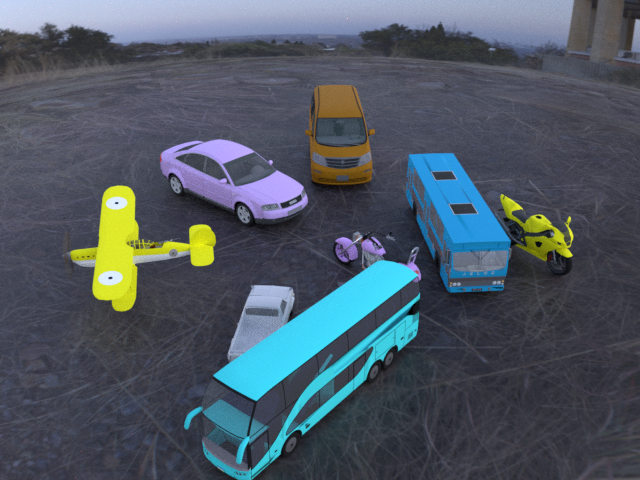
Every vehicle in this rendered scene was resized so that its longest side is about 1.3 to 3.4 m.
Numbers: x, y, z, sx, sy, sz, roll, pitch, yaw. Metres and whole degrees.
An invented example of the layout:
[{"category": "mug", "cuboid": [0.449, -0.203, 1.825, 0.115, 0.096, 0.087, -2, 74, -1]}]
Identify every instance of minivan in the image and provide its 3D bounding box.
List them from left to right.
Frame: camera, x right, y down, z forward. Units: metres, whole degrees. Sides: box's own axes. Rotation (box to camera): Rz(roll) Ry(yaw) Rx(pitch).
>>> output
[{"category": "minivan", "cuboid": [0.363, -2.114, 13.871, 1.324, 1.197, 3.011, -1, 29, -2]}]

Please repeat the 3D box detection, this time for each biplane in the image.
[{"category": "biplane", "cuboid": [-2.532, 0.181, 9.884, 2.120, 0.981, 2.598, -5, 29, -9]}]

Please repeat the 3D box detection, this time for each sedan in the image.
[{"category": "sedan", "cuboid": [-1.569, -1.152, 12.373, 3.137, 0.940, 1.235, 23, 36, 36]}]

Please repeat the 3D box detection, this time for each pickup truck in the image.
[{"category": "pickup truck", "cuboid": [-0.717, 1.020, 8.836, 0.640, 0.511, 1.603, 3, 29, 5]}]

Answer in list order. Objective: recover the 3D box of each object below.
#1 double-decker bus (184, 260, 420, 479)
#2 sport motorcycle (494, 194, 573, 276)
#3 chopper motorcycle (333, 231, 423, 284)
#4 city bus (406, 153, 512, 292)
[{"category": "double-decker bus", "cuboid": [-0.010, 1.332, 7.696, 0.756, 1.052, 3.251, 21, 35, 33]}, {"category": "sport motorcycle", "cuboid": [3.221, -0.084, 10.537, 0.506, 0.821, 1.520, -16, 32, -26]}, {"category": "chopper motorcycle", "cuboid": [0.798, 0.202, 10.074, 1.563, 0.761, 0.466, 25, 37, 38]}, {"category": "city bus", "cuboid": [2.042, -0.347, 10.943, 0.926, 0.894, 3.255, -2, 29, -4]}]
